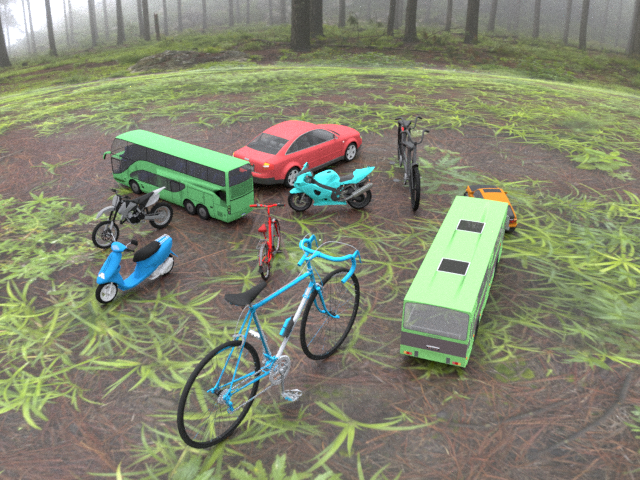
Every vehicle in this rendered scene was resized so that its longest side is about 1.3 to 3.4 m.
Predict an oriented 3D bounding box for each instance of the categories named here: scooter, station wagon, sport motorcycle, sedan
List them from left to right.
[{"bbox_3d":[-2.591,0.268,9.830,0.662,0.919,1.399,21,34,35],"label":"scooter"},{"bbox_3d":[-0.376,-1.890,13.992,1.235,0.940,3.137,21,34,35],"label":"sedan"},{"bbox_3d":[0.191,-0.903,12.208,1.520,0.821,0.506,-3,27,-6],"label":"sport motorcycle"},{"bbox_3d":[2.943,-0.655,12.106,0.682,0.473,1.597,0,27,0],"label":"station wagon"}]

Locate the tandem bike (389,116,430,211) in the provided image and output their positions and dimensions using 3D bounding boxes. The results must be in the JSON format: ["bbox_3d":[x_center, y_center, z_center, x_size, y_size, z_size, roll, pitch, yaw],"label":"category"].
[{"bbox_3d":[1.668,-1.683,13.169,0.550,1.326,3.192,0,27,0],"label":"tandem bike"}]

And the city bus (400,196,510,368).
[{"bbox_3d":[1.895,0.460,9.483,0.926,0.894,3.255,10,29,18],"label":"city bus"}]

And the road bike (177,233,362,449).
[{"bbox_3d":[-0.431,1.003,7.598,0.696,1.656,3.004,20,33,33],"label":"road bike"}]

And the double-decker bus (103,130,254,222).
[{"bbox_3d":[-2.562,-1.201,12.534,3.251,1.052,0.756,20,33,33],"label":"double-decker bus"}]

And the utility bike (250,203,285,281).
[{"bbox_3d":[-0.802,-0.044,10.405,0.535,0.946,1.435,3,27,7],"label":"utility bike"}]

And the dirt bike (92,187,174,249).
[{"bbox_3d":[-2.998,-0.414,11.219,0.527,0.857,1.493,24,36,39],"label":"dirt bike"}]
